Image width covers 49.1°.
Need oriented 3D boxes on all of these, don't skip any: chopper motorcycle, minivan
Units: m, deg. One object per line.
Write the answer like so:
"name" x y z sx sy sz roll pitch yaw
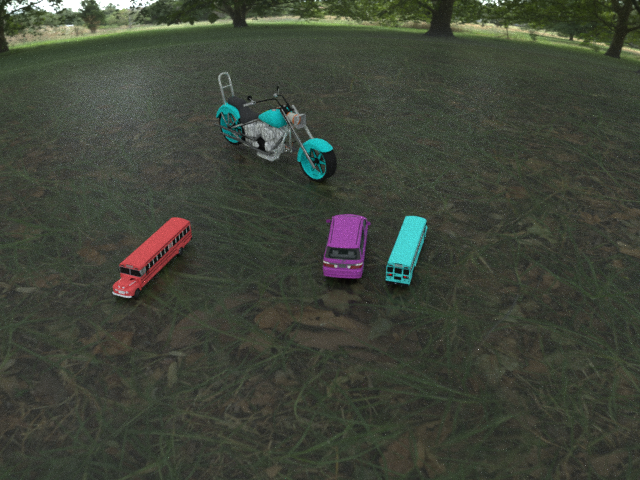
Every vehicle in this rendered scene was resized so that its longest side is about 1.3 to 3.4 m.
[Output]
"chopper motorcycle" -0.895 -2.162 13.265 3.040 1.480 0.906 25 39 35
"minivan" 0.403 -0.017 10.563 0.681 0.616 1.548 3 31 6

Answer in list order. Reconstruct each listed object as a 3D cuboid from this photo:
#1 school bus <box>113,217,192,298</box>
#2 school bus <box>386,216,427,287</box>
"school bus" -2.458 0.249 10.300 0.365 0.434 1.708 11 33 17
"school bus" 1.334 0.098 10.548 0.365 0.434 1.708 9 32 14
